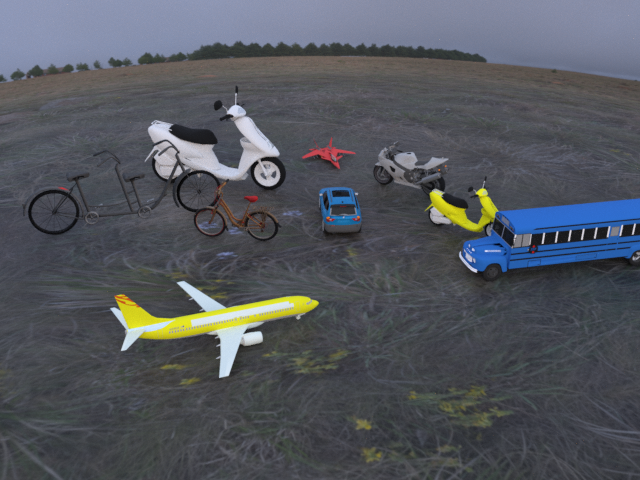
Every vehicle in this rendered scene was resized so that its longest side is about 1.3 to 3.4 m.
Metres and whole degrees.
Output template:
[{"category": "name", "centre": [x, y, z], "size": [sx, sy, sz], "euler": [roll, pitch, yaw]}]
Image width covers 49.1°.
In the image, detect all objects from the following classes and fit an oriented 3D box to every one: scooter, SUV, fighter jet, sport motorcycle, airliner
[{"category": "scooter", "centre": [-1.966, -1.837, 12.899], "size": [2.721, 1.786, 1.288], "euler": [5, 26, 10]}, {"category": "SUV", "centre": [0.328, -0.594, 11.719], "size": [0.656, 0.580, 1.572], "euler": [-1, 26, -3]}, {"category": "fighter jet", "centre": [0.217, -1.786, 14.511], "size": [1.147, 0.286, 1.358], "euler": [-7, 27, -13]}, {"category": "sport motorcycle", "centre": [1.648, -1.296, 12.890], "size": [1.520, 0.821, 0.506], "euler": [17, 31, 31]}, {"category": "airliner", "centre": [-1.196, 0.810, 8.535], "size": [2.541, 0.835, 2.257], "euler": [-10, 28, -20]}, {"category": "scooter", "centre": [2.339, -0.541, 11.222], "size": [1.399, 0.919, 0.662], "euler": [17, 31, 32]}]

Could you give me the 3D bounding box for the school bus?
[{"category": "school bus", "centre": [3.705, -0.053, 10.303], "size": [3.322, 0.844, 0.709], "euler": [-5, 26, -11]}]

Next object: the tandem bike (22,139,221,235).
[{"category": "tandem bike", "centre": [-3.192, -0.875, 11.444], "size": [3.192, 1.326, 0.550], "euler": [-10, 28, -19]}]

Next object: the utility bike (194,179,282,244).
[{"category": "utility bike", "centre": [-1.314, -0.409, 10.920], "size": [1.435, 0.946, 0.535], "euler": [4, 26, 8]}]
